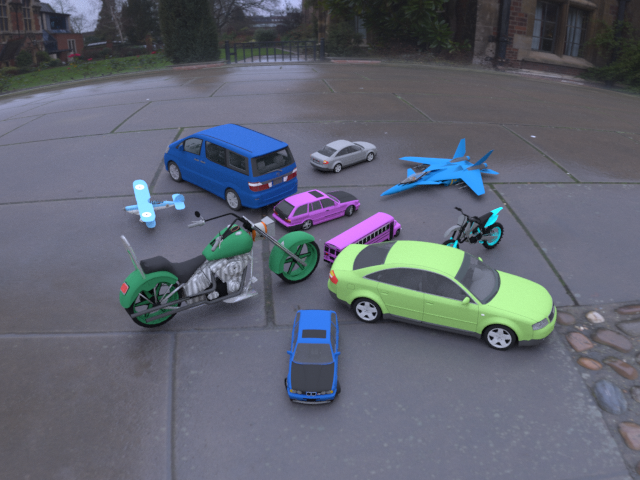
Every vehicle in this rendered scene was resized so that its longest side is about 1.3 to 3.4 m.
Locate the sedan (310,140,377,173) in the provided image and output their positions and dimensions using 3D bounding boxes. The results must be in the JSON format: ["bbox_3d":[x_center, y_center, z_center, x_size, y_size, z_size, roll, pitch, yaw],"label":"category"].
[{"bbox_3d":[0.517,-1.828,14.626,1.613,0.483,0.635,-22,36,-35],"label":"sedan"}]

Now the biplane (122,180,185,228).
[{"bbox_3d":[-2.929,-0.595,12.348,1.090,0.504,1.336,-9,30,-17],"label":"biplane"}]

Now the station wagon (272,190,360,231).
[{"bbox_3d":[-0.039,-0.612,12.412,1.597,0.473,0.682,-18,34,-30],"label":"station wagon"}]

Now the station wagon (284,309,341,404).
[{"bbox_3d":[-0.074,1.383,8.761,0.682,0.473,1.597,1,29,2],"label":"station wagon"}]

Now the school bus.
[{"bbox_3d":[0.736,-0.044,11.413,0.365,0.434,1.708,22,36,35],"label":"school bus"}]

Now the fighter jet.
[{"bbox_3d":[2.198,-1.348,13.670,2.640,0.557,2.229,-19,34,-31],"label":"fighter jet"}]

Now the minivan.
[{"bbox_3d":[-1.790,-1.539,13.353,1.324,1.197,3.011,-26,38,-38],"label":"minivan"}]

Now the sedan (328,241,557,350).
[{"bbox_3d":[1.658,0.626,9.660,3.137,0.940,1.235,10,30,18],"label":"sedan"}]

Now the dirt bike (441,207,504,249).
[{"bbox_3d":[2.408,-0.097,11.069,1.493,0.857,0.527,-19,34,-31],"label":"dirt bike"}]

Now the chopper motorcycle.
[{"bbox_3d":[-1.325,0.254,9.777,3.040,1.480,0.906,-17,33,-29],"label":"chopper motorcycle"}]
